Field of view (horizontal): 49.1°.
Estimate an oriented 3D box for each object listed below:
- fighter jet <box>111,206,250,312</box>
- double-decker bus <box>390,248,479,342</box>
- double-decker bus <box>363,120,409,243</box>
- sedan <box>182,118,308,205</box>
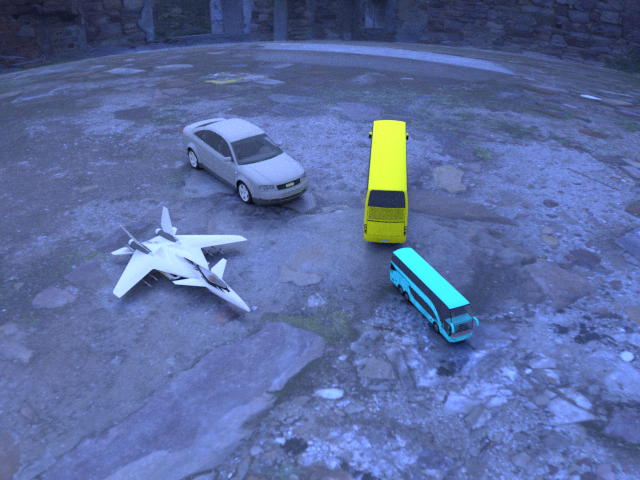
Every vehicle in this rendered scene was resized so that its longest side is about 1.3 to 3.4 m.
[{"bbox_3d":[-1.847,0.316,10.040,2.229,0.557,2.640,-26,40,-37],"label":"fighter jet"},{"bbox_3d":[1.478,0.726,9.367,0.389,0.541,1.672,-13,33,-20],"label":"double-decker bus"},{"bbox_3d":[1.150,-1.110,11.956,0.756,1.052,3.251,3,31,5],"label":"double-decker bus"},{"bbox_3d":[-1.428,-1.592,12.878,1.235,0.940,3.137,-21,37,-31],"label":"sedan"}]
